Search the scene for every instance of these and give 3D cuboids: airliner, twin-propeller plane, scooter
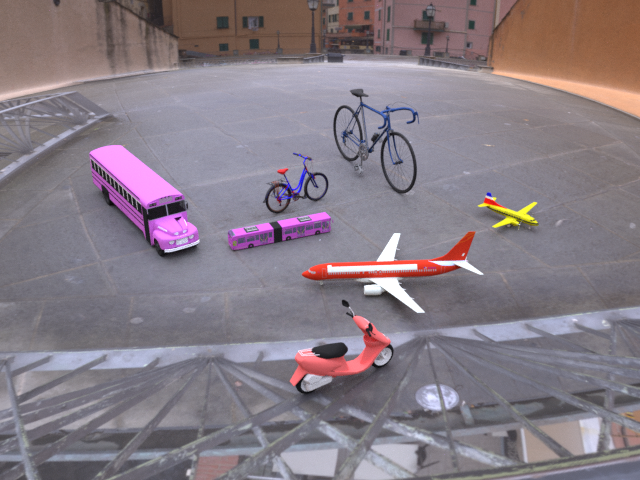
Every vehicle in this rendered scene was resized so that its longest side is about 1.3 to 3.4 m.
[{"bbox_3d":[1.002,0.271,10.156,2.541,0.835,2.257,-1,28,-2],"label":"airliner"},{"bbox_3d":[3.284,-0.498,12.050,1.095,0.407,1.370,25,37,39],"label":"twin-propeller plane"},{"bbox_3d":[0.289,1.272,8.194,1.399,0.919,0.662,-15,31,-25],"label":"scooter"}]

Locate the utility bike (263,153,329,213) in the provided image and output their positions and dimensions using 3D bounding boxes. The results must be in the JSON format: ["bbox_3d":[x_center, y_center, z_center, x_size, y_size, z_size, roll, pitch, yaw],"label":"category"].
[{"bbox_3d":[-0.452,-1.045,12.503,1.435,0.946,0.535,-20,34,-32],"label":"utility bike"}]

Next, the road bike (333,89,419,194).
[{"bbox_3d":[1.010,-2.035,13.602,0.696,1.656,3.004,-14,31,-25],"label":"road bike"}]

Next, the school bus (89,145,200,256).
[{"bbox_3d":[-3.070,-0.744,12.047,0.709,0.844,3.322,-18,33,-30],"label":"school bus"}]

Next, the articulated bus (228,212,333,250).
[{"bbox_3d":[-0.640,-0.150,11.525,1.749,0.289,0.311,-12,30,-21],"label":"articulated bus"}]
